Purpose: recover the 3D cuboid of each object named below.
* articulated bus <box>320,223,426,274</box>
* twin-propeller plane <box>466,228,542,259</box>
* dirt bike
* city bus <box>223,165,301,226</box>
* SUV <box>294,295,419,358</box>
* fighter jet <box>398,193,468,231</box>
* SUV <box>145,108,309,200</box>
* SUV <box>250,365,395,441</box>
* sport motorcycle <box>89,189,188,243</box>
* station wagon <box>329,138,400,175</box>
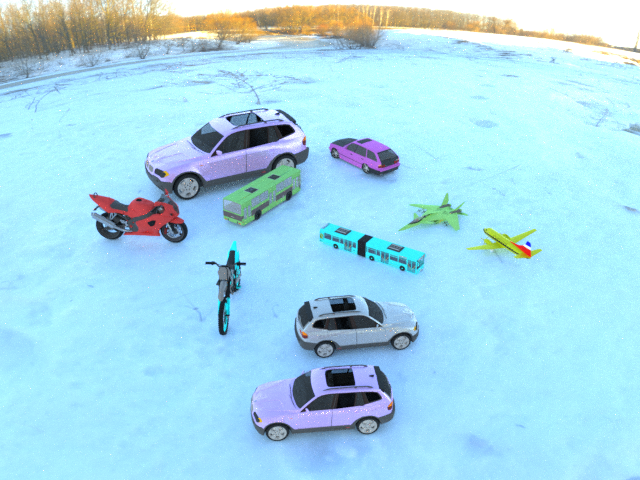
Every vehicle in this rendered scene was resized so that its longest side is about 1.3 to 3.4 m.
[{"bbox_3d":[0.781,0.119,10.702,1.749,0.289,0.311,18,34,29],"label":"articulated bus"},{"bbox_3d":[2.876,0.002,10.787,1.370,0.407,1.095,-14,33,-23],"label":"twin-propeller plane"},{"bbox_3d":[-1.206,0.572,9.335,0.527,0.857,1.493,1,30,2],"label":"dirt bike"},{"bbox_3d":[-0.971,-0.770,12.086,0.476,0.460,1.674,18,35,29],"label":"city bus"},{"bbox_3d":[0.463,1.024,8.822,1.572,0.580,0.656,-5,30,-8],"label":"SUV"},{"bbox_3d":[1.807,-0.419,11.647,1.358,0.286,1.147,-20,35,-31],"label":"fighter jet"},{"bbox_3d":[-1.714,-1.683,13.011,3.058,1.128,1.276,-14,33,-24],"label":"SUV"},{"bbox_3d":[0.029,1.718,7.606,1.572,0.580,0.656,-3,30,-5],"label":"SUV"},{"bbox_3d":[-2.838,-0.355,10.994,1.520,0.821,0.506,3,30,6],"label":"sport motorcycle"},{"bbox_3d":[0.845,-1.742,13.775,0.682,0.473,1.597,-22,36,-33],"label":"station wagon"}]
